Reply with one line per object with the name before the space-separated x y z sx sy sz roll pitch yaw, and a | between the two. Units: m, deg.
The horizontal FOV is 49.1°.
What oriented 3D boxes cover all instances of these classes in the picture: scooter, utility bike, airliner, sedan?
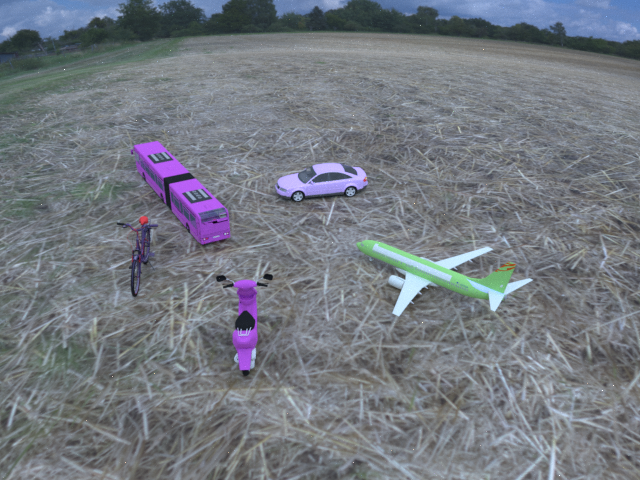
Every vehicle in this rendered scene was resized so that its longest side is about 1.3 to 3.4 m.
scooter | -0.868 0.884 8.207 0.662 0.919 1.399 -2 29 -3
utility bike | -2.423 0.095 9.613 0.535 0.946 1.435 -2 29 -3
airliner | 1.476 0.263 9.423 2.541 0.835 2.257 24 37 36
sedan | 0.026 -1.042 12.159 1.613 0.483 0.635 -6 29 -11

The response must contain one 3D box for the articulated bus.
articulated bus | -2.398 -0.878 11.780 0.605 0.561 3.401 -15 32 -26
